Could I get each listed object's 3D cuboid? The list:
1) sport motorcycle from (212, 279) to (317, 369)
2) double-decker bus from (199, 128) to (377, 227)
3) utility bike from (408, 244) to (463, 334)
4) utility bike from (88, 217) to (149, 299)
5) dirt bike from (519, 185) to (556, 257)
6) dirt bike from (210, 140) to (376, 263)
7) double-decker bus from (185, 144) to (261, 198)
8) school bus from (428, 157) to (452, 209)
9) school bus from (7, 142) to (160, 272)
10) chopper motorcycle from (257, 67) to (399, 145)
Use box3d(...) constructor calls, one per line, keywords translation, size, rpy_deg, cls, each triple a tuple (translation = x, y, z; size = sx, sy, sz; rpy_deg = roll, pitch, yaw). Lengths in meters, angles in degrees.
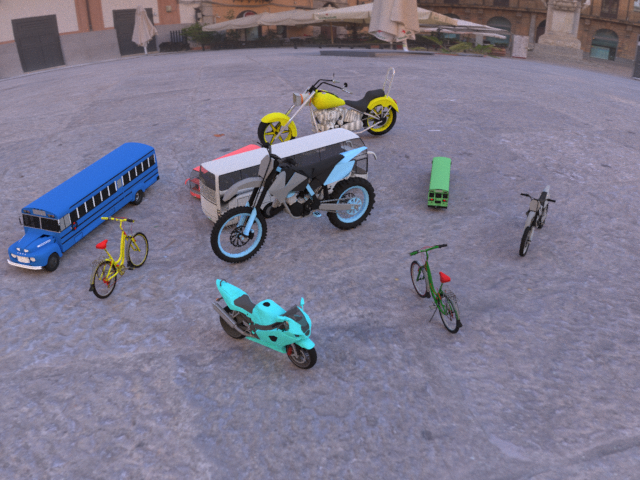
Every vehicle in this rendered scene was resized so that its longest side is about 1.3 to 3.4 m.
box3d(translation=(-0.666, 1.023, 8.534), size=(1.520, 0.821, 0.506), rpy_deg=(19, 35, 30), cls="sport motorcycle")
box3d(translation=(-0.506, -1.138, 12.081), size=(3.251, 1.052, 0.756), rpy_deg=(-20, 35, -31), cls="double-decker bus")
box3d(translation=(1.468, 0.586, 9.173), size=(0.535, 0.946, 1.435), rpy_deg=(-10, 31, -16), cls="utility bike")
box3d(translation=(-2.896, 0.174, 9.894), size=(0.535, 0.946, 1.435), rpy_deg=(10, 31, 17), cls="utility bike")
box3d(translation=(3.376, -0.359, 10.916), size=(0.527, 0.857, 1.493), rpy_deg=(15, 33, 25), cls="dirt bike")
box3d(translation=(-0.341, -0.649, 10.608), size=(2.903, 1.666, 1.024), rpy_deg=(-17, 34, -27), cls="dirt bike")
box3d(translation=(-1.706, -1.243, 12.781), size=(0.389, 0.541, 1.672), rpy_deg=(22, 36, 33), cls="double-decker bus")
box3d(translation=(2.158, -1.076, 12.595), size=(0.365, 0.434, 1.708), rpy_deg=(5, 30, 9), cls="school bus")
box3d(translation=(-3.772, -0.611, 11.368), size=(0.709, 0.844, 3.322), rpy_deg=(10, 31, 17), cls="school bus")
box3d(translation=(0.201, -2.683, 14.352), size=(3.040, 1.480, 0.906), rpy_deg=(-10, 31, -17), cls="chopper motorcycle")
